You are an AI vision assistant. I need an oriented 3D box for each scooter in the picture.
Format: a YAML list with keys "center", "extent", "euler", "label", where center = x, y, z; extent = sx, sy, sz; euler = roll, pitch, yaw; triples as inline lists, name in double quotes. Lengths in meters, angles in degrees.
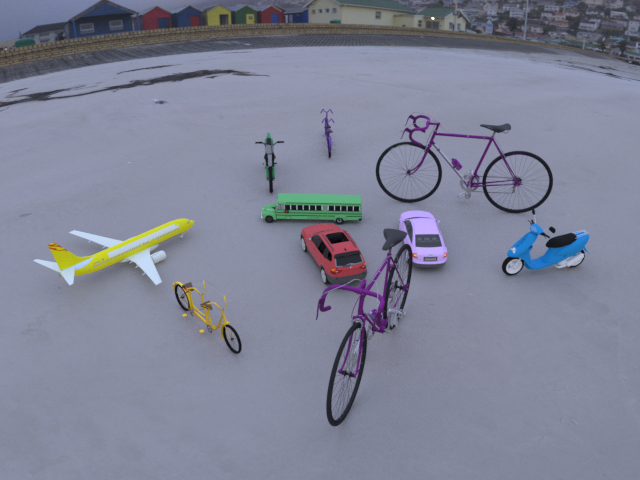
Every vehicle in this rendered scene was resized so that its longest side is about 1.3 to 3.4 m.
- center: [3.377, 0.065, 10.344]
  extent: [1.399, 0.919, 0.662]
  euler: [-6, 31, -11]
  label: "scooter"

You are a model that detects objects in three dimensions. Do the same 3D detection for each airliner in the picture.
- center: [-2.919, -0.030, 10.592]
  extent: [2.257, 0.835, 2.541]
  euler: [24, 38, 35]
  label: "airliner"

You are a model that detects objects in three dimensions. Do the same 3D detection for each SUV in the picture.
- center: [0.193, 0.117, 10.593]
  extent: [0.656, 0.580, 1.572]
  euler: [-10, 32, -16]
  label: "SUV"

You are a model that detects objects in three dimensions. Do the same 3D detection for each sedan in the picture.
- center: [1.617, -0.102, 11.067]
  extent: [0.635, 0.483, 1.613]
  euler: [-1, 30, -1]
  label: "sedan"

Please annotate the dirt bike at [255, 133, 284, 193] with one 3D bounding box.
- center: [-0.934, -1.513, 13.125]
  extent: [0.527, 0.857, 1.493]
  euler: [-2, 30, -4]
  label: "dirt bike"

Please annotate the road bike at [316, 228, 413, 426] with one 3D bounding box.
- center: [0.665, 0.828, 8.295]
  extent: [0.696, 1.656, 3.004]
  euler: [12, 32, 20]
  label: "road bike"

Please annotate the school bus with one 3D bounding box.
- center: [-0.145, -0.540, 11.870]
  extent: [1.708, 0.434, 0.365]
  euler: [1, 30, 2]
  label: "school bus"

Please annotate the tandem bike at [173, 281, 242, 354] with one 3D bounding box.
- center: [-1.507, 0.890, 9.159]
  extent: [0.283, 0.682, 1.642]
  euler: [-23, 37, -34]
  label: "tandem bike"

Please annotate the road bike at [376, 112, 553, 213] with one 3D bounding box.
- center: [2.449, -1.288, 11.942]
  extent: [3.004, 1.656, 0.697]
  euler: [6, 31, 11]
  label: "road bike"

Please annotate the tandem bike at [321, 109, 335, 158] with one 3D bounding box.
- center: [0.163, -2.278, 14.618]
  extent: [0.283, 0.682, 1.642]
  euler: [-1, 30, -2]
  label: "tandem bike"
